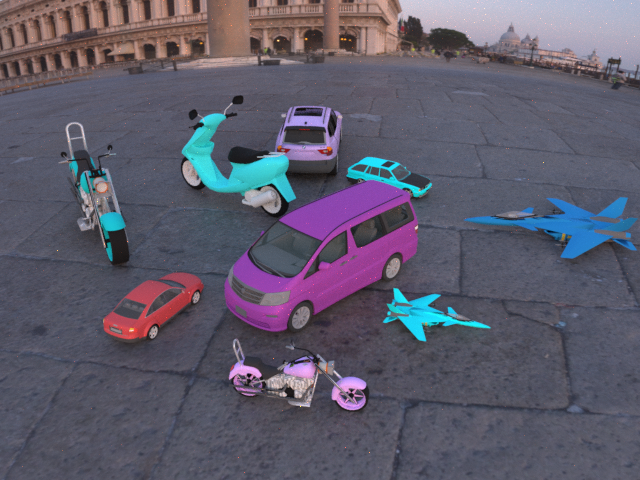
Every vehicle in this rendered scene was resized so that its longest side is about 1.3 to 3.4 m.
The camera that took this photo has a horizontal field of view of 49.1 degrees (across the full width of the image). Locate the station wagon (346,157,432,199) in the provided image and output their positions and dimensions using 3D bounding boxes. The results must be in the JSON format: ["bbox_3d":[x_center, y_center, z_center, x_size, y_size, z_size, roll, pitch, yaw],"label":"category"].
[{"bbox_3d":[1.299,-1.196,13.109,1.597,0.473,0.682,16,32,28],"label":"station wagon"}]

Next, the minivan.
[{"bbox_3d":[0.063,0.150,9.736,3.011,1.197,1.324,-24,36,-38],"label":"minivan"}]

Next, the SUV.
[{"bbox_3d":[-0.194,-2.222,14.372,1.276,1.128,3.058,2,28,4],"label":"SUV"}]

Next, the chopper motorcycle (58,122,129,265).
[{"bbox_3d":[-3.617,-0.806,11.269,0.906,1.480,3.040,-13,30,-24],"label":"chopper motorcycle"}]

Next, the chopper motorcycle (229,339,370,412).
[{"bbox_3d":[-0.237,1.479,7.653,1.563,0.761,0.466,5,28,9],"label":"chopper motorcycle"}]

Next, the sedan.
[{"bbox_3d":[-2.166,0.799,9.262,0.635,0.483,1.613,13,30,24],"label":"sedan"}]

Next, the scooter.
[{"bbox_3d":[-1.528,-1.469,12.211,2.721,1.786,1.288,20,33,33],"label":"scooter"}]

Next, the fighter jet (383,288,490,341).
[{"bbox_3d":[1.555,0.959,9.168,1.358,0.286,1.147,9,29,16],"label":"fighter jet"}]

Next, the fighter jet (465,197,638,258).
[{"bbox_3d":[3.708,-0.375,11.441,2.640,0.557,2.229,5,28,9],"label":"fighter jet"}]
